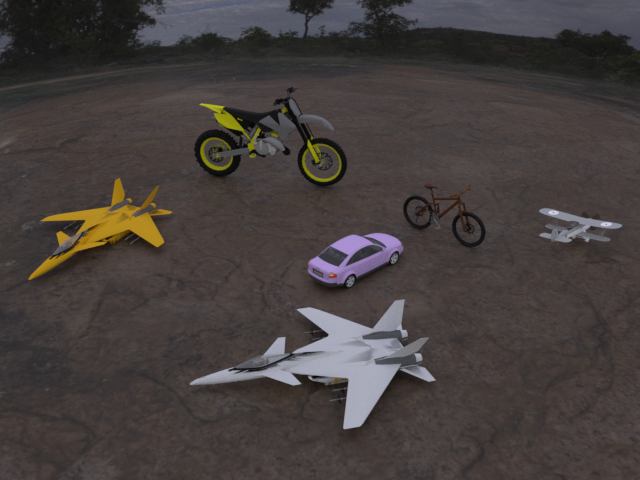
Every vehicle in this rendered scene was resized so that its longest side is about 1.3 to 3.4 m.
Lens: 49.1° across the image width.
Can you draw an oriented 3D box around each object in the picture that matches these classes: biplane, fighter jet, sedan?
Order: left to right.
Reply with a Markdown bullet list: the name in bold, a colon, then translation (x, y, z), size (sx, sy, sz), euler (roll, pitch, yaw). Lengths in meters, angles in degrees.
- **fighter jet**: translation (-3.468, -0.170, 10.579), size (2.229, 0.557, 2.640), euler (11, 30, 20)
- **fighter jet**: translation (-0.141, 1.271, 7.832), size (2.640, 0.557, 2.229), euler (-7, 28, -12)
- **sedan**: translation (0.534, 0.200, 9.952), size (1.613, 0.483, 0.635), euler (-24, 36, -38)
- **biplane**: translation (3.805, -0.159, 10.613), size (1.090, 0.504, 1.336), euler (-21, 34, -34)

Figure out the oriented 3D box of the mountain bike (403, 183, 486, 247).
- **mountain bike**: translation (1.895, -0.434, 10.745), size (1.469, 0.868, 0.573), euler (22, 35, 36)

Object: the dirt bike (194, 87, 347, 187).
- **dirt bike**: translation (-0.922, -1.830, 12.547), size (2.903, 1.666, 1.024), euler (7, 28, 13)
